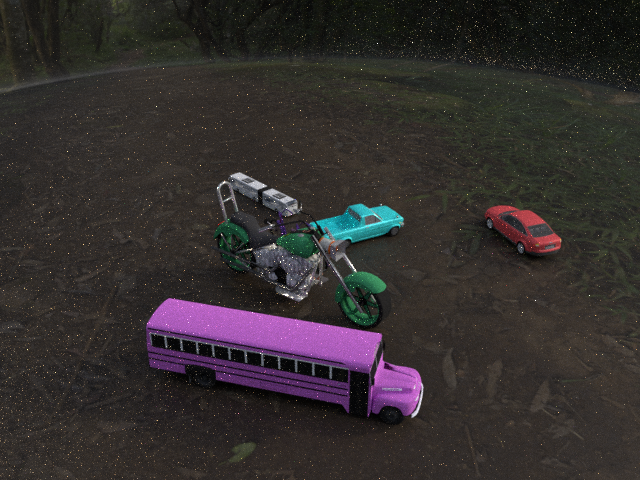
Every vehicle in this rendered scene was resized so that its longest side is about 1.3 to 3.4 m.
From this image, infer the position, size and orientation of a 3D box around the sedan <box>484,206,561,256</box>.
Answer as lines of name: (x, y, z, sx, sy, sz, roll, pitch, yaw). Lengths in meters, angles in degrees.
sedan: (3.370, -0.243, 11.735, 0.635, 0.483, 1.613, -10, 31, -18)

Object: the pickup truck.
pickup truck: (0.619, -0.280, 11.774, 1.603, 0.511, 0.640, -14, 32, -24)

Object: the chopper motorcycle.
chopper motorcycle: (-0.335, 0.184, 9.936, 3.040, 1.480, 0.906, 19, 34, 31)

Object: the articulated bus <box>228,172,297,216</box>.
articulated bus: (-1.078, -0.863, 13.055, 0.311, 0.289, 1.749, -24, 37, -36)

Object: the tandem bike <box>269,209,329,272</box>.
tandem bike: (-0.358, -0.034, 11.153, 0.283, 0.682, 1.642, -20, 35, -32)

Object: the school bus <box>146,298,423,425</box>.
school bus: (-0.424, 1.413, 8.373, 3.322, 0.844, 0.709, 8, 30, 14)
